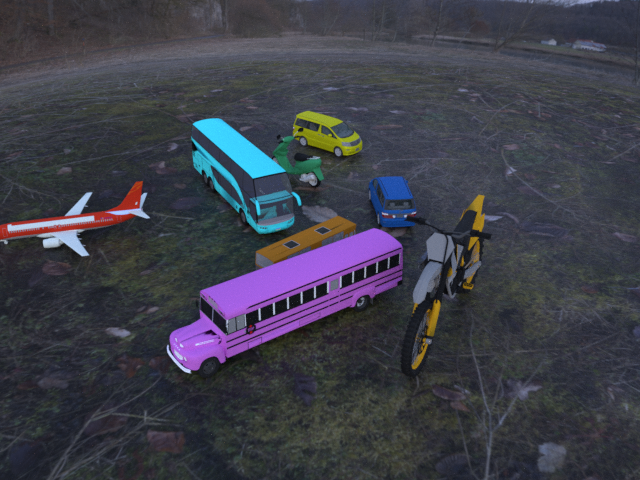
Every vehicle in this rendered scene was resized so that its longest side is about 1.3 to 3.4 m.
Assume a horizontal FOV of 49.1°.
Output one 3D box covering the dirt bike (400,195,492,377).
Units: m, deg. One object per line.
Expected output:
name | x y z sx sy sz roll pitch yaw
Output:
dirt bike | 1.628 0.405 8.760 1.024 1.666 2.903 14 32 24

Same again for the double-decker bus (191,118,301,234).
double-decker bus | -1.399 -1.154 12.212 0.756 1.052 3.251 -15 32 -25

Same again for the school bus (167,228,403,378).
school bus | -0.380 0.738 9.008 3.322 0.844 0.709 -20 34 -31

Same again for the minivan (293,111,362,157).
minivan | 0.162 -2.221 14.592 1.548 0.616 0.681 22 36 34

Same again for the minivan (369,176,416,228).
minivan | 1.216 -0.748 11.930 0.681 0.616 1.548 -3 29 -5

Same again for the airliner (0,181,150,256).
airliner | -4.018 -0.424 11.116 2.541 0.835 2.257 -7 30 -13

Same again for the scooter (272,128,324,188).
scooter | -0.443 -1.552 13.069 0.662 0.919 1.399 -25 38 -37

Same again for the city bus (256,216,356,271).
city bus | -0.181 0.160 10.449 1.674 0.460 0.476 -24 37 -37
